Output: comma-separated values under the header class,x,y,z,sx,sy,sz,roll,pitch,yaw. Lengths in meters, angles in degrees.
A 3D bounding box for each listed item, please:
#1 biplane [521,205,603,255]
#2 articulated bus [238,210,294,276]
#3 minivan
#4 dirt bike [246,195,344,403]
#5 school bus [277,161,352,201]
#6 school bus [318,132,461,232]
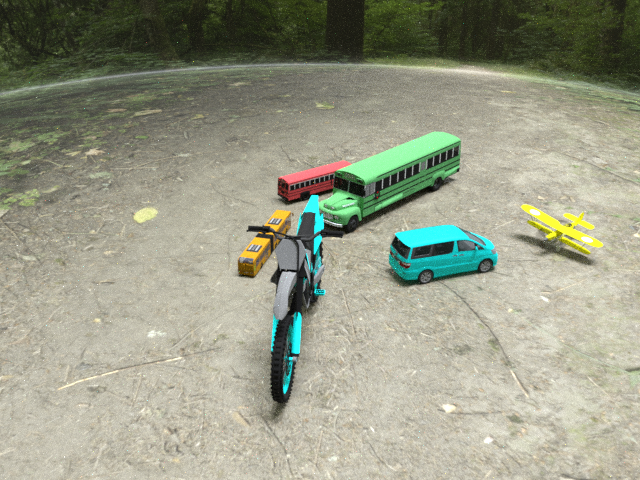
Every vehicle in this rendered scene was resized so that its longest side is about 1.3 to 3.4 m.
class,x,y,z,sx,sy,sz,roll,pitch,yaw
biplane,3.689,-0.140,10.537,1.090,0.504,1.336,-22,34,-37
articulated bus,-0.799,0.014,10.472,0.311,0.289,1.749,7,28,14
minivan,1.762,0.144,9.853,1.548,0.616,0.681,-9,28,-17
dirt bike,-0.220,0.471,8.038,1.024,1.666,2.903,4,27,7
school bus,0.045,-1.069,12.454,1.708,0.434,0.365,-18,32,-32
school bus,1.217,-1.053,11.968,0.709,0.844,3.322,23,35,37
